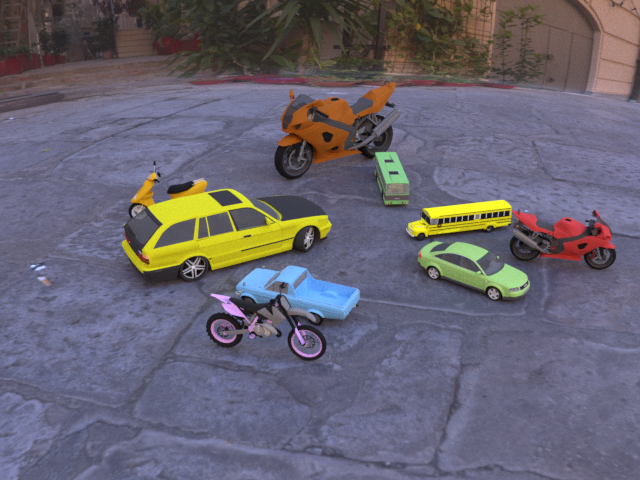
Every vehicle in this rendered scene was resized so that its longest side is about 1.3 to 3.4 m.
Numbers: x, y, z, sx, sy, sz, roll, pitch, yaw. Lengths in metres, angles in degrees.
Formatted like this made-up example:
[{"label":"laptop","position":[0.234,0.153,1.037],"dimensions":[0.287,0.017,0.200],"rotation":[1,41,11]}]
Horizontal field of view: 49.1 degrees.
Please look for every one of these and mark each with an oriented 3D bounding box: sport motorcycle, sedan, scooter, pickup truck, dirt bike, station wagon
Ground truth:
[{"label":"sport motorcycle","position":[0.343,-2.190,13.747],"dimensions":[2.955,1.596,0.983],"rotation":[-18,31,-33]},{"label":"sedan","position":[2.136,0.369,9.766],"dimensions":[1.613,0.483,0.635],"rotation":[20,32,34]},{"label":"scooter","position":[-2.515,-0.811,11.690],"dimensions":[1.399,0.919,0.662],"rotation":[-9,27,-17]},{"label":"pickup truck","position":[-0.299,0.663,9.130],"dimensions":[1.603,0.511,0.640],"rotation":[11,28,22]},{"label":"dirt bike","position":[-0.642,0.955,8.135],"dimensions":[1.493,0.857,0.527],"rotation":[7,27,14]},{"label":"sport motorcycle","position":[3.526,-0.016,10.170],"dimensions":[1.520,0.821,0.506],"rotation":[7,27,14]},{"label":"station wagon","position":[-1.334,-0.233,10.501],"dimensions":[3.105,0.920,1.327],"rotation":[-14,29,-27]}]

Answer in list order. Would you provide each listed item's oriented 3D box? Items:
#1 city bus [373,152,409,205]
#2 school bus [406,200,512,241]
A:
[{"label":"city bus","position":[1.301,-1.130,12.869],"dimensions":[0.476,0.460,1.674],"rotation":[-1,26,-2]},{"label":"school bus","position":[2.229,-0.328,11.251],"dimensions":[1.708,0.434,0.365],"rotation":[-7,27,-14]}]
